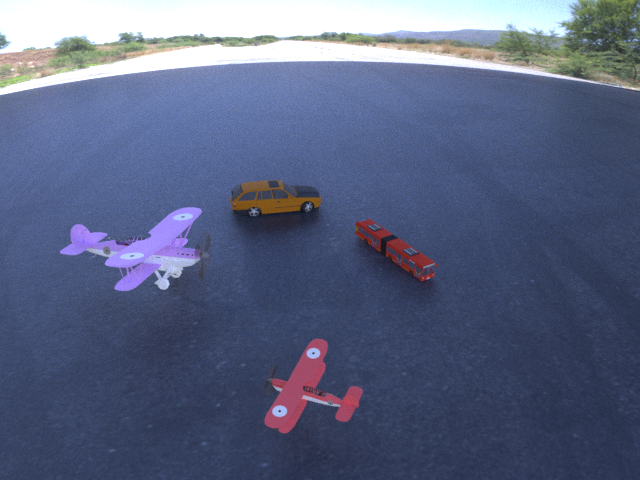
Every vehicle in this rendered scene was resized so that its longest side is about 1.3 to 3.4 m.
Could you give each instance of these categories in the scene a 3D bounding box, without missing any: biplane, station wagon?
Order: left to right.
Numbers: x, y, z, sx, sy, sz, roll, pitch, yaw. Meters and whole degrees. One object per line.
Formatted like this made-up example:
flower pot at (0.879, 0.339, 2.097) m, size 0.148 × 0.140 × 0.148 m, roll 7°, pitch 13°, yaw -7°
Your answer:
biplane at (-2.592, 0.132, 10.089) m, size 2.120 × 0.981 × 2.598 m, roll 6°, pitch 29°, yaw 10°
station wagon at (-0.774, -0.776, 12.308) m, size 1.597 × 0.473 × 0.682 m, roll -5°, pitch 29°, yaw -10°
biplane at (-0.093, 1.700, 7.679) m, size 1.090 × 0.504 × 1.336 m, roll 12°, pitch 30°, yaw 20°

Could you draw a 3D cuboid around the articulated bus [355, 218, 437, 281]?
articulated bus at (1.136, 0.126, 10.830) m, size 0.311 × 0.289 × 1.749 m, roll -16°, pitch 32°, yaw -27°
